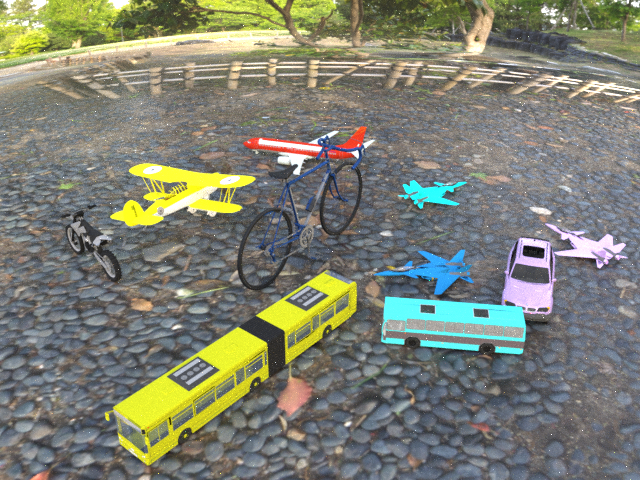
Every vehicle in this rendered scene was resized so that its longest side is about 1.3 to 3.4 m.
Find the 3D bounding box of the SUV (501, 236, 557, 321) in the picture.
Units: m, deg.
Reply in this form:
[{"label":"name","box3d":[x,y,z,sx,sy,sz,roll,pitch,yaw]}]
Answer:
[{"label":"SUV","box3d":[2.797,0.484,9.336,0.656,0.580,1.572,9,31,15]}]

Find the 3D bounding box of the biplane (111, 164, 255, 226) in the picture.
[{"label":"biplane","box3d":[-2.252,-0.662,10.952,2.598,0.981,2.120,19,35,30]}]

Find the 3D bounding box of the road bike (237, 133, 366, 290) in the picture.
[{"label":"road bike","box3d":[-0.195,-0.466,9.922,0.696,1.656,3.004,19,35,30]}]

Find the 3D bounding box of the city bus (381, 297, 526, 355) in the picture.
[{"label":"city bus","box3d":[1.595,1.046,8.466,1.674,0.460,0.476,4,30,7]}]

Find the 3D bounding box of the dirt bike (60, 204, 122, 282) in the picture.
[{"label":"dirt bike","box3d":[-3.257,0.008,9.895,0.527,0.857,1.493,-26,38,-37]}]

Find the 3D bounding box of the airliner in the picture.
[{"label":"airliner","box3d":[-0.309,-1.890,13.266,2.541,0.835,2.257,10,31,17]}]

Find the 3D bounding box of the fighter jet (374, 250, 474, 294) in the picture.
[{"label":"fighter jet","box3d":[1.424,0.386,9.806,1.358,0.286,1.147,-2,30,-4]}]

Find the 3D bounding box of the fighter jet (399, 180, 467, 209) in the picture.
[{"label":"fighter jet","box3d":[2.056,-0.913,12.098,1.358,0.286,1.147,-19,35,-30]}]

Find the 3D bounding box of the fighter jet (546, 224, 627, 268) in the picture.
[{"label":"fighter jet","box3d":[3.909,-0.042,10.561,1.147,0.286,1.358,-15,33,-25]}]

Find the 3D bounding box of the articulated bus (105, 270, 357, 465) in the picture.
[{"label":"articulated bus","box3d":[-0.795,1.296,7.923,0.605,0.561,3.401,22,36,34]}]
